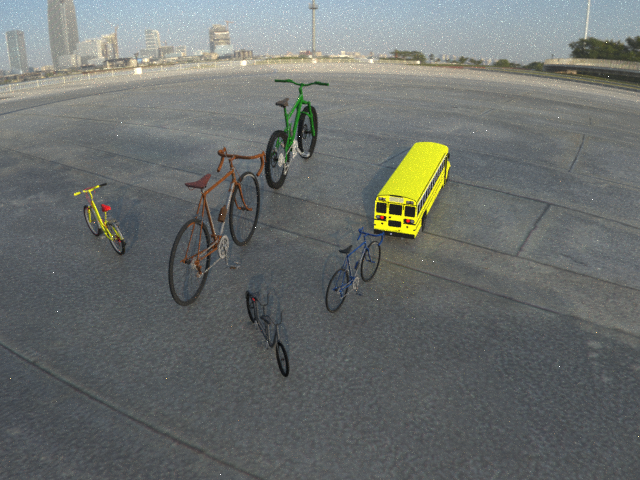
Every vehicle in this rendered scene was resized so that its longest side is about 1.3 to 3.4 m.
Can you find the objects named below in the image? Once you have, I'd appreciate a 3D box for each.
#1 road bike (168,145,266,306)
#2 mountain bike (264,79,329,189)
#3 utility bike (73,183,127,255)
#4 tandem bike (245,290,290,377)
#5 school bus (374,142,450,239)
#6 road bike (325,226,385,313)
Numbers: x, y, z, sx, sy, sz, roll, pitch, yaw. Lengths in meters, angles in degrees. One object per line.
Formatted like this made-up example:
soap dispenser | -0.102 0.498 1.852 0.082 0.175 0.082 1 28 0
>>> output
road bike | -1.422 -0.315 9.870 0.696 1.656 3.004 8 27 15
mountain bike | -0.510 -2.120 13.549 1.114 1.688 2.857 8 27 16
utility bike | -3.374 -0.321 10.695 0.535 0.946 1.435 -20 32 -35
tandem bike | -0.650 0.970 8.341 0.283 0.682 1.642 -10 28 -19
school bus | 1.687 -0.967 12.141 0.709 0.844 3.322 9 27 17
road bike | 0.471 0.365 9.393 0.358 0.852 1.545 15 30 27
